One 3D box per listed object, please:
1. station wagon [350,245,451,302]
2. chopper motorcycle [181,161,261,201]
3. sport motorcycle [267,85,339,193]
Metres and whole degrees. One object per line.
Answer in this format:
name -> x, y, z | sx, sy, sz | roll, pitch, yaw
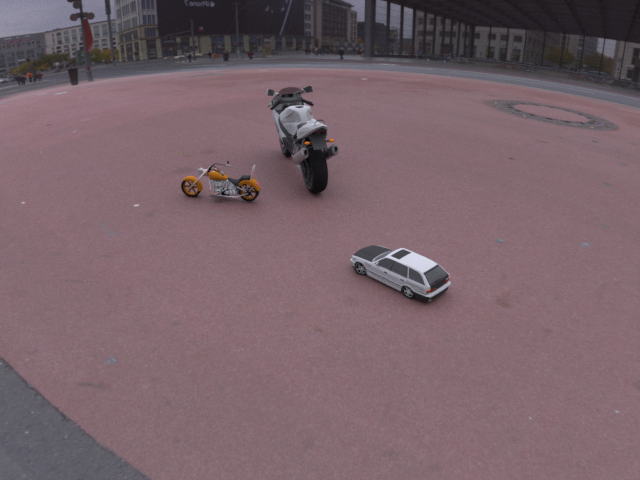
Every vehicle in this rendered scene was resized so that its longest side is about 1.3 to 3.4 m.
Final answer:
station wagon -> 1.189, 0.403, 10.617 | 1.597, 0.473, 0.682 | 25, 37, 38
chopper motorcycle -> -1.877, -1.118, 13.160 | 1.563, 0.761, 0.466 | 6, 29, 12
sport motorcycle -> -0.393, -2.087, 14.087 | 0.983, 1.596, 2.955 | -8, 29, -15
